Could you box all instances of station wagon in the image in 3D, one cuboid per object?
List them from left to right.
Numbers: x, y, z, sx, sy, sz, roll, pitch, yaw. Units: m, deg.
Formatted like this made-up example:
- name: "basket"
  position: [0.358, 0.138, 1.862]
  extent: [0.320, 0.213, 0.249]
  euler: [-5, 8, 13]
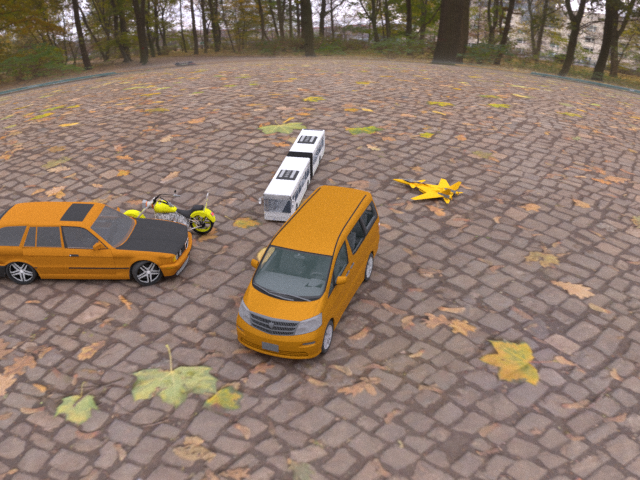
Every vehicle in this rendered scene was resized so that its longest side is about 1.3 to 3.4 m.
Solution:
- name: "station wagon"
  position: [-3.500, -0.017, 10.511]
  extent: [3.105, 0.920, 1.327]
  euler: [1, 29, 1]

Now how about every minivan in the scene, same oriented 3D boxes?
- name: "minivan"
  position: [-0.084, 0.346, 9.555]
  extent: [1.324, 1.197, 3.011]
  euler: [10, 30, 18]

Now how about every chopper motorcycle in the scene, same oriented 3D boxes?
- name: "chopper motorcycle"
  position: [-2.496, -0.443, 11.461]
  extent: [1.563, 0.761, 0.466]
  euler: [2, 29, 3]

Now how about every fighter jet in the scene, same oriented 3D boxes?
- name: "fighter jet"
  position: [1.941, -1.045, 13.062]
  extent: [1.358, 0.286, 1.147]
  euler: [20, 34, 32]

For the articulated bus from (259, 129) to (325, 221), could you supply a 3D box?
- name: "articulated bus"
  position: [-0.432, -1.312, 13.266]
  extent: [0.605, 0.561, 3.401]
  euler: [5, 29, 9]
